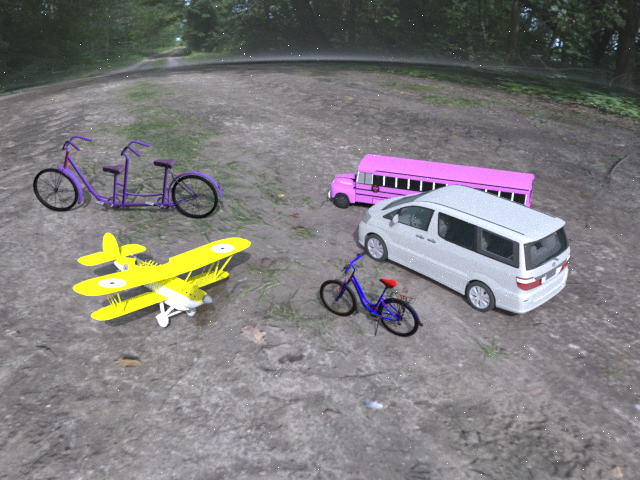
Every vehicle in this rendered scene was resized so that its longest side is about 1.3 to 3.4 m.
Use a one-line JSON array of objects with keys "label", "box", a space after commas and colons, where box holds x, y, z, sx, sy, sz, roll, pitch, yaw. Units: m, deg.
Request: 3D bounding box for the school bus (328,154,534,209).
[{"label": "school bus", "box": [1.768, -0.833, 11.521, 3.322, 0.844, 0.709, 9, 29, 17]}]

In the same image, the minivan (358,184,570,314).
[{"label": "minivan", "box": [1.873, -0.069, 9.664, 1.324, 1.197, 3.011, -23, 35, -37]}]

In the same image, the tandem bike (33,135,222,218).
[{"label": "tandem bike", "box": [-3.161, -0.999, 11.319, 3.192, 1.326, 0.550, 3, 28, 6]}]

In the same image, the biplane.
[{"label": "biplane", "box": [-2.080, 0.443, 8.909, 2.120, 0.981, 2.598, 20, 34, 34]}]

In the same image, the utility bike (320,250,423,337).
[{"label": "utility bike", "box": [0.579, 0.685, 8.481, 1.435, 0.946, 0.535, 16, 31, 28]}]
